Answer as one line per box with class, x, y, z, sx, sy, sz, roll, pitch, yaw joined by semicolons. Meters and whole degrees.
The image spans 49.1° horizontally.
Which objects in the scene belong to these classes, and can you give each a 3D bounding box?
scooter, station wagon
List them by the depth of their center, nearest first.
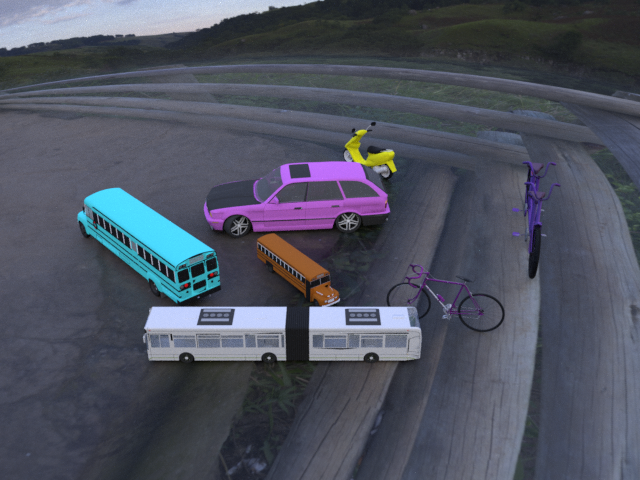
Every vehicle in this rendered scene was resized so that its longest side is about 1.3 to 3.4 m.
station wagon;-0.408;-0.756;11.843;3.105;0.920;1.327;-3;29;-5
scooter;0.955;-1.764;13.673;0.662;0.919;1.399;-24;37;-36

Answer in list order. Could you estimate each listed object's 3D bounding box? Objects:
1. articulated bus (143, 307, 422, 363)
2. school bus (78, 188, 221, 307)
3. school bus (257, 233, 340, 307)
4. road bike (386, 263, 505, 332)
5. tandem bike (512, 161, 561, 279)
articulated bus;-0.467;1.166;8.728;3.401;0.561;0.605;0;29;0
school bus;-2.725;-0.020;10.588;0.709;0.844;3.322;-23;36;-35
school bus;-0.331;0.436;10.184;0.365;0.434;1.708;-19;34;-31
road bike;1.636;0.772;9.142;1.545;0.852;0.358;8;30;14
tandem bike;3.424;-0.614;11.166;0.550;1.326;3.192;6;30;11
